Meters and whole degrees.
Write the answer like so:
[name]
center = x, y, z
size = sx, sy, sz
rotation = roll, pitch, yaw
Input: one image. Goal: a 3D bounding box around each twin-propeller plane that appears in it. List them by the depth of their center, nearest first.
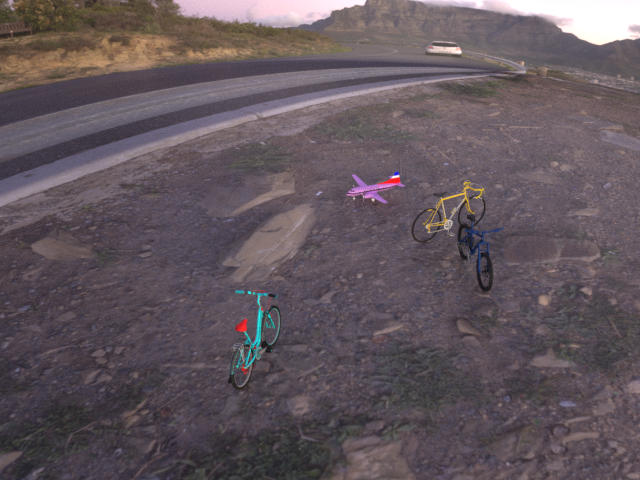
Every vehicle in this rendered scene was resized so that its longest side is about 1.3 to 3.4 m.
[twin-propeller plane]
center = 0.982, -0.988, 12.781
size = 1.095, 0.407, 1.370
rotation = -11, 30, -20

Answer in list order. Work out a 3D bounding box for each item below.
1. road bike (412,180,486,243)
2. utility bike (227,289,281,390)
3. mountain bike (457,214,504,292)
[road bike]
center = 2.110, -0.458, 11.321
size = 1.545, 0.852, 0.358
rotation = -16, 32, -27
[utility bike]
center = -0.813, 1.096, 8.320
size = 0.535, 0.946, 1.435
rotation = 10, 30, 17
[mountain bike]
center = 2.273, 0.103, 10.255
size = 0.573, 0.868, 1.469
rotation = -3, 28, -6
